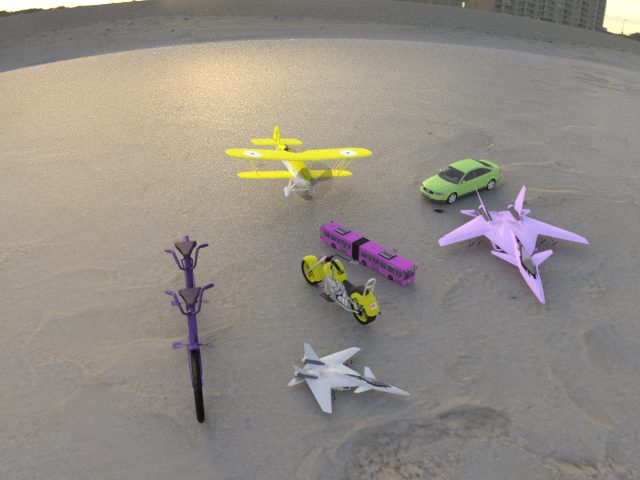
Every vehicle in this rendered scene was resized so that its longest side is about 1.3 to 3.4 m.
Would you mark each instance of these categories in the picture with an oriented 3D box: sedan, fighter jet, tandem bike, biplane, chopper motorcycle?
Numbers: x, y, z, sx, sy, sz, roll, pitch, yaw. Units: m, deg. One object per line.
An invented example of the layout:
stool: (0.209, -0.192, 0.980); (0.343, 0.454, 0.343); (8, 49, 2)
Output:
sedan: (2.451, -1.076, 12.151); (1.613, 0.483, 0.635); (-19, 36, -29)
fighter jet: (2.900, 0.017, 10.232); (2.229, 0.557, 2.640); (-1, 31, -1)
tandem bike: (-1.531, 0.713, 8.301); (0.550, 1.326, 3.192); (-6, 31, -10)
biplane: (-0.431, -1.382, 12.180); (2.598, 0.981, 2.120); (-12, 33, -19)
fighter jet: (0.364, 1.536, 7.931); (1.358, 0.286, 1.147); (10, 32, 16)
chopper motorcycle: (0.234, 0.510, 9.199); (0.466, 0.761, 1.563); (-20, 36, -30)

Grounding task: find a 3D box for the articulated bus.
articulated bus: (0.672, 0.171, 10.235); (0.311, 0.289, 1.749); (-25, 39, -35)
